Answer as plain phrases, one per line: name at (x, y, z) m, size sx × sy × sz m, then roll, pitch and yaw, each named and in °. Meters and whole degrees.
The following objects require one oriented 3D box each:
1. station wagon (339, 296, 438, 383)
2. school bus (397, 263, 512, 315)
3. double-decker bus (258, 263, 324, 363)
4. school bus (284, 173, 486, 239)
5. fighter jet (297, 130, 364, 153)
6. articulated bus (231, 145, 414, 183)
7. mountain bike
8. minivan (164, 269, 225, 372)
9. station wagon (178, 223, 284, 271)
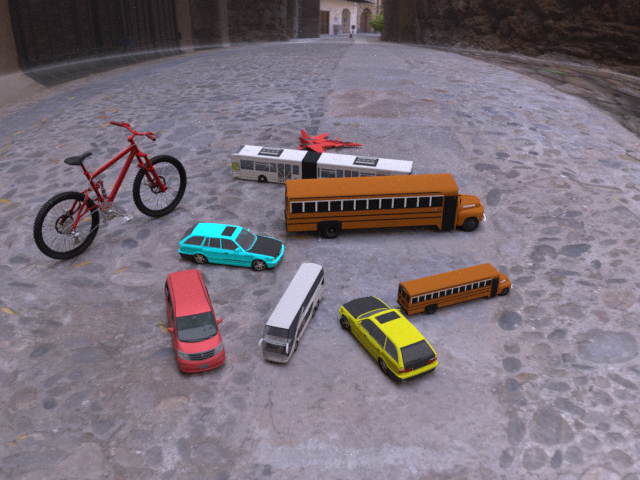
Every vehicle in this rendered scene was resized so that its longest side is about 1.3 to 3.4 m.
station wagon at (0.836, 1.153, 8.945) m, size 0.682 × 0.473 × 1.597 m, roll -15°, pitch 34°, yaw -23°
school bus at (1.919, 0.668, 9.799) m, size 1.708 × 0.434 × 0.365 m, roll -11°, pitch 33°, yaw -18°
double-decker bus at (-0.334, 0.947, 9.225) m, size 0.389 × 0.541 × 1.672 m, roll 9°, pitch 32°, yaw 15°
school bus at (1.080, -0.589, 11.510) m, size 3.322 × 0.844 × 0.709 m, roll -3°, pitch 31°, yaw -5°
fighter jet at (0.229, -2.063, 14.531) m, size 1.358 × 0.286 × 1.147 m, roll 2°, pitch 31°, yaw 3°
articulated bus at (0.046, -1.294, 12.970) m, size 3.401 × 0.561 × 0.605 m, roll 7°, pitch 31°, yaw 12°
mountain bike at (-3.260, -0.816, 11.067) m, size 1.114 × 1.688 × 2.857 m, roll 24°, pitch 38°, yaw 34°
minivan at (-1.641, 1.018, 9.033) m, size 0.681 × 0.616 × 1.548 m, roll -9°, pitch 32°, yaw -15°
station wagon at (-1.352, 0.067, 10.770) m, size 1.597 × 0.473 × 0.682 m, roll 6°, pitch 31°, yaw 10°
